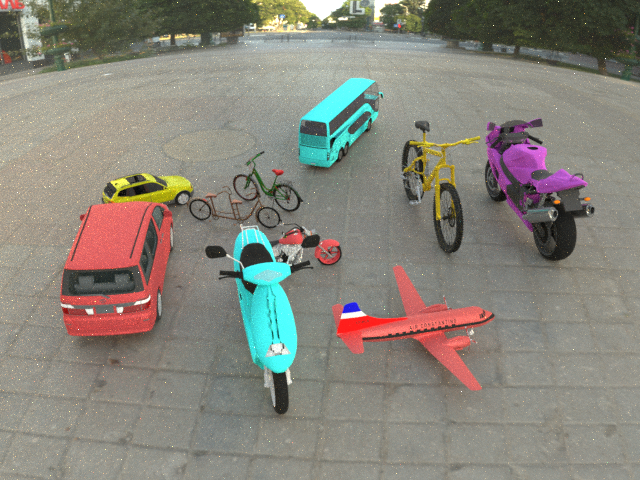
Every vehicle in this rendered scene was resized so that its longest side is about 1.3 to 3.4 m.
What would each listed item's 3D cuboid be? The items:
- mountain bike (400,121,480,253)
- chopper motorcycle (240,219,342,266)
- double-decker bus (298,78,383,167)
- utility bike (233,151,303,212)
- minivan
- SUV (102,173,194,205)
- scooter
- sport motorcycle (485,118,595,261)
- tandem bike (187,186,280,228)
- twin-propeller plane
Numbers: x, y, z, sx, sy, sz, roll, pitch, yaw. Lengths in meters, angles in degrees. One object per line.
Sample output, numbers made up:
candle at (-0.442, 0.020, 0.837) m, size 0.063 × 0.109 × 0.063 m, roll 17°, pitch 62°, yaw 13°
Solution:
mountain bike at (1.797, -1.035, 11.397) m, size 1.114 × 1.688 × 2.857 m, roll -5°, pitch 30°, yaw -9°
chopper motorcycle at (-0.452, 0.064, 10.418) m, size 1.563 × 0.761 × 0.466 m, roll -3°, pitch 30°, yaw -6°
double-decker bus at (0.472, -2.530, 14.625) m, size 0.756 × 1.052 × 3.251 m, roll 11°, pitch 32°, yaw 19°
utility bike at (-0.942, -0.970, 12.026) m, size 1.435 × 0.946 × 0.535 m, roll 15°, pitch 33°, yaw 24°
minivan at (-2.780, 0.131, 9.866) m, size 1.324 × 1.197 × 3.011 m, roll -3°, pitch 30°, yaw -5°
SUV at (-2.995, -0.856, 12.195) m, size 1.572 × 0.580 × 0.656 m, roll -18°, pitch 35°, yaw -28°
scooter at (-0.689, 0.625, 8.420) m, size 1.288 × 1.786 × 2.721 m, roll -6°, pitch 31°, yaw -11°
sport motorcycle at (3.360, -0.906, 11.265) m, size 0.983 × 1.596 × 2.955 m, roll -6°, pitch 30°, yaw -10°
tandem bike at (-1.447, -0.564, 11.586) m, size 1.642 × 0.682 × 0.283 m, roll 7°, pitch 31°, yaw 12°
twin-propeller plane at (1.234, 0.989, 8.784) m, size 2.129 × 0.792 × 2.663 m, roll -7°, pitch 31°, yaw -12°
